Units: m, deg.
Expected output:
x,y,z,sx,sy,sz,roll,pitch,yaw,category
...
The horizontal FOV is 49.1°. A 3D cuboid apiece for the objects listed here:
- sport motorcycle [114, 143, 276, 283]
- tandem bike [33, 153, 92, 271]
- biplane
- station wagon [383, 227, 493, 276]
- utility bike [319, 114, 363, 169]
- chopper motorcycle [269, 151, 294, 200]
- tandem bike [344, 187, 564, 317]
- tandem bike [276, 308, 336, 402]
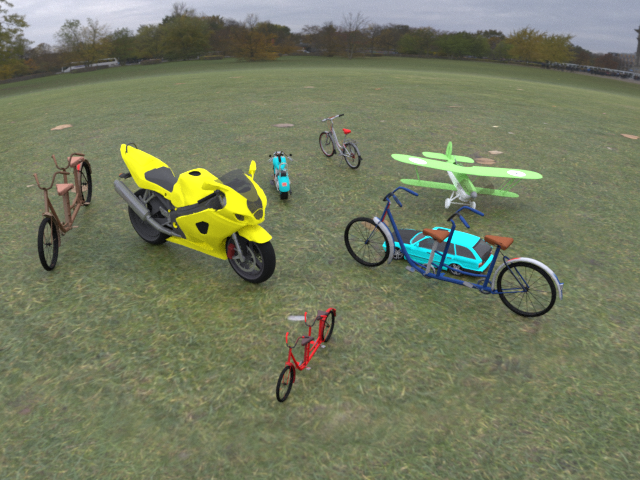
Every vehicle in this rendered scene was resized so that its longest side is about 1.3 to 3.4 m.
x,y,z,sx,sy,sz,roll,pitch,yaw,category
-1.801,-0.419,10.070,2.955,1.596,0.983,19,32,33,sport motorcycle
-3.975,-0.715,10.970,0.550,1.326,3.192,-2,26,-4,tandem bike
2.464,-1.130,12.193,2.598,0.981,2.120,-2,26,-3,biplane
1.717,0.090,10.307,1.597,0.473,0.682,15,30,27,station wagon
0.356,-1.965,13.913,0.535,0.946,1.435,-17,31,-31,utility bike
-0.723,-1.286,12.753,0.466,0.761,1.563,-4,27,-8,chopper motorcycle
1.671,0.099,9.331,3.192,1.326,0.550,17,31,30,tandem bike
-0.131,1.159,7.923,0.283,0.682,1.642,11,28,20,tandem bike
